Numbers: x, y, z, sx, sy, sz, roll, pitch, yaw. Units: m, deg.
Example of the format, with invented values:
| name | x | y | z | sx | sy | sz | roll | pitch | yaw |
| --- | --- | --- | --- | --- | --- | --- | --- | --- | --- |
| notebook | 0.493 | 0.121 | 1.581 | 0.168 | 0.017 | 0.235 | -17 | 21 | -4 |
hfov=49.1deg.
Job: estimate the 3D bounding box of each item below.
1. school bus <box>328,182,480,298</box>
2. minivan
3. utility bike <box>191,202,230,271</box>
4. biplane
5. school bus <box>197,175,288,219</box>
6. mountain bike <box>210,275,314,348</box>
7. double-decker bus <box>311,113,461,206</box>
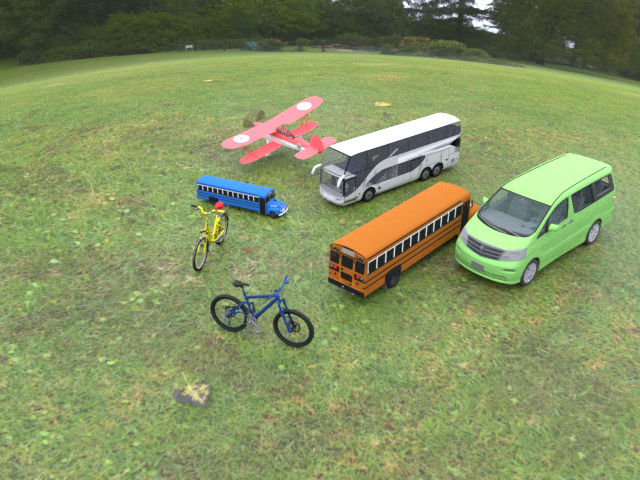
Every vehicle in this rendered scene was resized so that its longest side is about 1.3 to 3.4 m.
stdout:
| name | x | y | z | sx | sy | sz | roll | pitch | yaw |
| --- | --- | --- | --- | --- | --- | --- | --- | --- | --- |
| school bus | 1.447 | -0.126 | 10.831 | 0.709 | 0.844 | 3.322 | 23 | 36 | 35 |
| minivan | 3.405 | -0.380 | 10.924 | 3.011 | 1.197 | 1.324 | -24 | 37 | -36 |
| utility bike | -1.632 | -0.169 | 10.804 | 0.535 | 0.946 | 1.435 | 7 | 30 | 13 |
| biplane | -0.708 | -2.050 | 14.147 | 2.598 | 0.981 | 2.120 | -26 | 38 | -38 |
| school bus | -1.383 | -0.774 | 12.417 | 1.708 | 0.434 | 0.365 | 13 | 32 | 22 |
| mountain bike | -0.762 | 0.907 | 8.951 | 1.469 | 0.868 | 0.573 | 11 | 31 | 19 |
| double-decker bus | 1.341 | -1.526 | 13.133 | 3.251 | 1.052 | 0.756 | -21 | 36 | -33 |
